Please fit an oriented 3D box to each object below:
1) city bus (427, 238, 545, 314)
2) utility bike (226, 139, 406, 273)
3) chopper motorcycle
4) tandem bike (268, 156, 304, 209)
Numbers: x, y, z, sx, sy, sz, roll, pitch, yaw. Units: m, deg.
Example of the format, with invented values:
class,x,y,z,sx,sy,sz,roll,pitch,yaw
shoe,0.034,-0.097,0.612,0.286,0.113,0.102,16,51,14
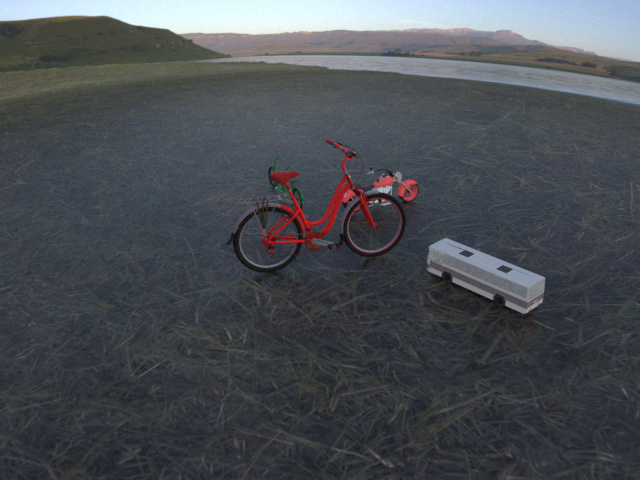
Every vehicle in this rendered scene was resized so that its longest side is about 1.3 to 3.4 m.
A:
class,x,y,z,sx,sy,sz,roll,pitch,yaw
city bus,2.287,0.497,9.814,0.476,0.460,1.674,-23,34,-38
utility bike,-0.047,-0.510,10.296,2.791,1.839,1.039,-8,27,-15
chopper motorcycle,1.082,-0.931,12.365,1.563,0.761,0.466,-14,29,-25
tandem bike,-0.641,-1.071,12.737,0.283,0.682,1.642,-11,29,-22
